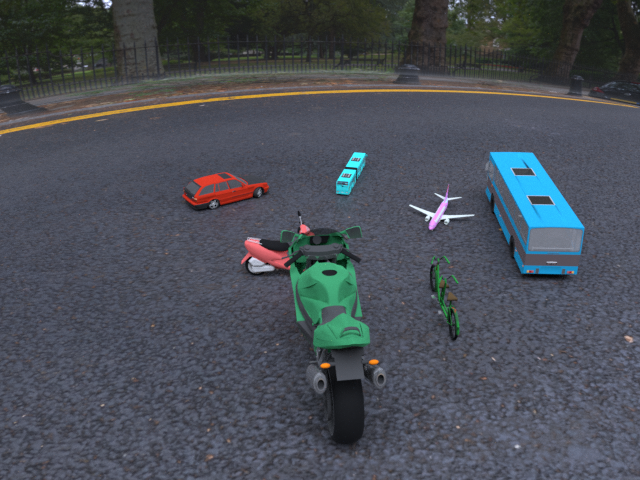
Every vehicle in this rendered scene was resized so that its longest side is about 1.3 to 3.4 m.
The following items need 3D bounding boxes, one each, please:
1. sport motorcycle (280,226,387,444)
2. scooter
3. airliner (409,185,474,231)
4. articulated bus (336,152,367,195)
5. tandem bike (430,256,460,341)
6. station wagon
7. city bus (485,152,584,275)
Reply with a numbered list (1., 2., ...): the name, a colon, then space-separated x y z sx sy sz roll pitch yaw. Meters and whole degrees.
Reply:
1. sport motorcycle: 0.114 0.915 7.968 0.983 1.596 2.955 -3 27 -7
2. scooter: -0.472 0.111 10.342 1.399 0.919 0.662 -1 26 -1
3. airliner: 2.093 -0.555 12.225 1.161 0.429 1.307 10 28 20
4. articulated bus: 0.633 -1.340 13.959 0.311 0.289 1.749 6 27 12
5. tandem bike: 1.668 0.702 9.420 0.283 0.682 1.642 -2 27 -3
6. station wagon: -1.733 -0.985 13.038 1.597 0.473 0.682 -17 31 -30
7. city bus: 3.440 -0.496 11.585 0.926 0.894 3.255 1 27 2
